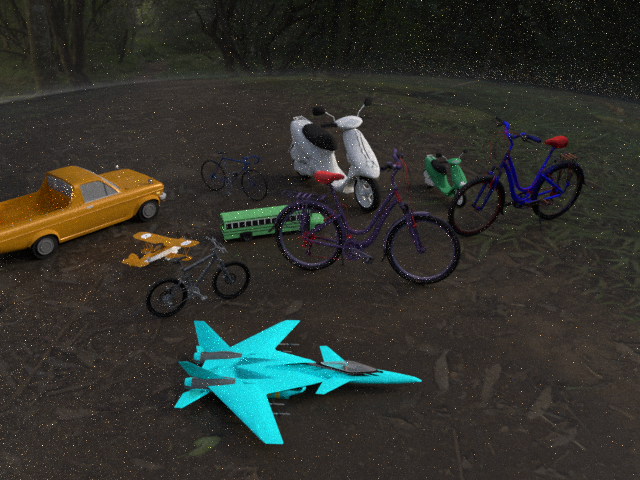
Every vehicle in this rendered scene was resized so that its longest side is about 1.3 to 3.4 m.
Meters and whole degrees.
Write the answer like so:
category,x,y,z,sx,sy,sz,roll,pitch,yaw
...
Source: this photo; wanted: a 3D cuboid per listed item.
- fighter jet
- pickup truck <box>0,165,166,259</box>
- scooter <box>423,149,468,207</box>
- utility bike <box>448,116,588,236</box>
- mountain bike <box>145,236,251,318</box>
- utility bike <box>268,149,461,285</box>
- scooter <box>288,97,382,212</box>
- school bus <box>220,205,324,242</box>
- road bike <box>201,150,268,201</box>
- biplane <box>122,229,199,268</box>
category,x,y,z,sx,sy,sz,roll,pitch,yaw
fighter jet,-0.191,1.377,7.742,2.640,0.557,2.229,1,26,2
pickup truck,-4.050,-0.581,11.278,1.244,0.993,3.117,22,34,38
scooter,2.274,-1.225,12.690,0.662,0.919,1.399,-11,28,-21
utility bike,3.312,-0.989,11.151,2.791,1.839,1.039,-11,28,-22
mountain bike,-1.587,0.505,9.182,1.469,0.868,0.573,-15,29,-28
utility bike,0.611,-0.361,9.856,2.791,1.839,1.039,7,27,14
scooter,0.228,-1.684,12.641,1.288,1.786,2.721,-17,31,-31
school bus,-0.750,-0.301,11.340,1.708,0.434,0.365,-8,27,-16
road bike,-1.582,-1.205,12.726,1.545,0.852,0.358,15,30,28
biplane,-2.384,0.175,10.280,1.336,0.504,1.090,18,31,32
